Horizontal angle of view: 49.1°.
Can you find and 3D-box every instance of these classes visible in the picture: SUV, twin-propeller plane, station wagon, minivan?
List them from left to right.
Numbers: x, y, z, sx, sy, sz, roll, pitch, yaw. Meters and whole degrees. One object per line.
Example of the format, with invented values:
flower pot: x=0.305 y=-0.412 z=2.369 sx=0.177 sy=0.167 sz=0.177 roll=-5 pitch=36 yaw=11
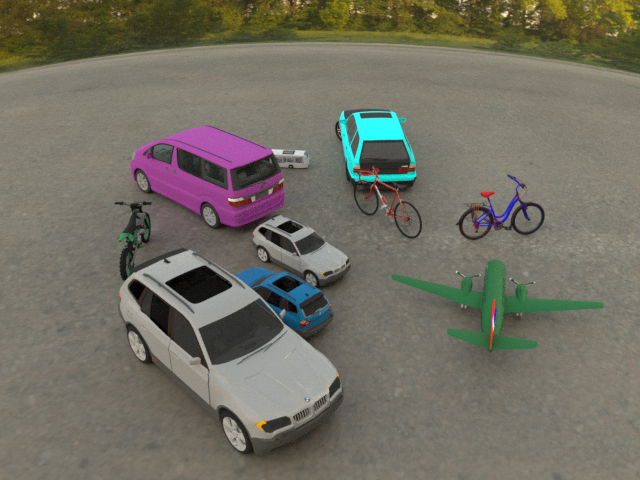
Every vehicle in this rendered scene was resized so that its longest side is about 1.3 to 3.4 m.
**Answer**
minivan: x=-1.963 y=-1.203 z=11.607 sx=3.011 sy=1.197 sz=1.324 roll=25 pitch=39 yaw=36
SUV: x=-1.091 y=1.082 z=7.783 sx=1.276 sy=1.128 sz=3.058 roll=-25 pitch=39 yaw=-36
SUV: x=-0.542 y=0.712 z=8.953 sx=1.572 sy=0.580 sz=0.656 roll=26 pitch=39 yaw=36
SUV: x=-0.288 y=0.117 z=9.968 sx=1.572 sy=0.580 sz=0.656 roll=25 pitch=39 yaw=36
station wagon: x=1.023 y=-1.935 z=13.126 sx=1.327 sy=0.920 sz=3.105 roll=-1 pitch=30 yaw=-2
twin-propeller plane: x=2.189 y=0.688 z=8.785 sx=2.663 sy=0.792 sz=2.129 roll=7 pitch=31 yaw=12

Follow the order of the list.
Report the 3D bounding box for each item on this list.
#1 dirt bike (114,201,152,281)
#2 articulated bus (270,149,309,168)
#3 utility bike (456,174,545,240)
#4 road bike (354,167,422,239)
dirt bike: x=-2.667 y=-0.089 z=10.045 sx=0.527 sy=0.857 sz=1.493 roll=1 pitch=30 yaw=1
articulated bus: x=-1.086 y=-1.538 z=13.075 sx=1.749 sy=0.289 sz=0.311 roll=3 pitch=31 yaw=6
utility bike: x=2.748 y=-0.487 z=10.635 sx=1.435 sy=0.946 sz=0.535 roll=-5 pitch=31 yaw=-9
road bike: x=1.041 y=-0.604 z=10.927 sx=0.358 sy=0.852 sz=1.545 roll=-22 pitch=37 yaw=-33
